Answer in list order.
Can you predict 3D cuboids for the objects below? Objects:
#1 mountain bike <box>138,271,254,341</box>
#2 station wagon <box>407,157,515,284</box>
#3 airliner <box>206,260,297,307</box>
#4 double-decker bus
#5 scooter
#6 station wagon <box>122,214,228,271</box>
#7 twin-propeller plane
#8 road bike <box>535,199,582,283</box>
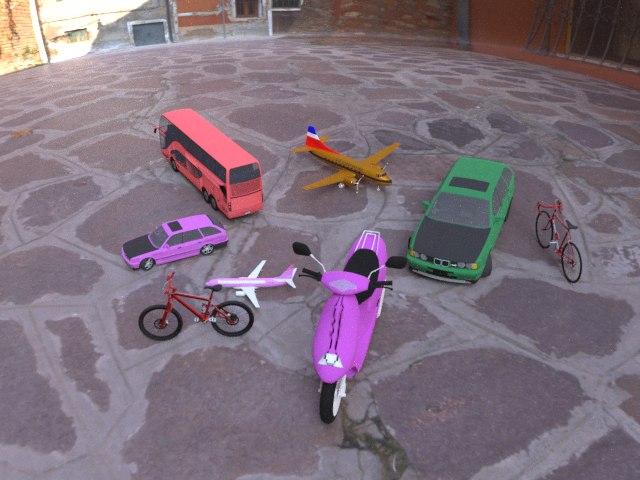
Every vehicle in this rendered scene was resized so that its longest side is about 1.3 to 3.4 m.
[{"bbox_3d":[-1.581,0.904,8.896,1.469,0.868,0.573,-3,32,-4],"label":"mountain bike"},{"bbox_3d":[2.295,-0.456,11.071,1.327,0.920,3.105,12,33,19],"label":"station wagon"},{"bbox_3d":[-0.985,0.528,9.932,1.307,0.429,1.161,0,31,0],"label":"airliner"},{"bbox_3d":[-2.052,-1.470,12.605,0.756,1.052,3.251,-18,36,-27],"label":"double-decker bus"},{"bbox_3d":[0.389,0.706,8.338,1.288,1.786,2.721,8,32,12],"label":"scooter"},{"bbox_3d":[-2.242,-0.006,10.764,1.597,0.473,0.682,-15,35,-23],"label":"station wagon"},{"bbox_3d":[0.492,-1.493,12.893,2.129,0.792,2.663,26,40,36],"label":"twin-propeller plane"},{"bbox_3d":[3.560,-0.027,10.434,0.358,0.852,1.545,-4,32,-7],"label":"road bike"}]
